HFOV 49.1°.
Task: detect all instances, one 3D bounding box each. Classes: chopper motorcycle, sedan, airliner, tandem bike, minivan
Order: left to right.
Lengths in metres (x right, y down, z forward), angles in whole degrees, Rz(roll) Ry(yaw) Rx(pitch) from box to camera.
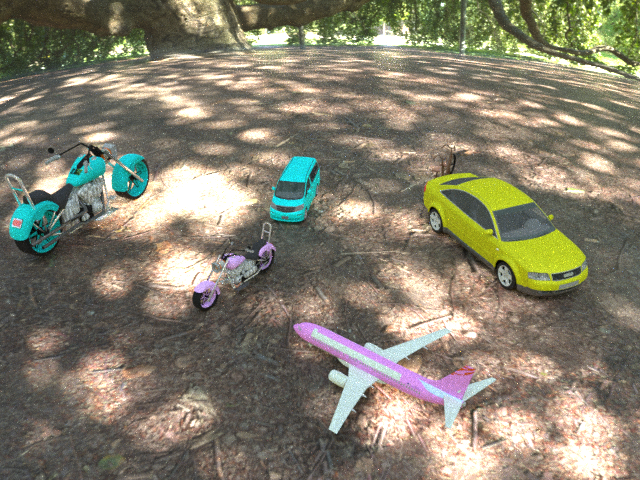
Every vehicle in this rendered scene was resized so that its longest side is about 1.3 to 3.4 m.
[{"bbox_3d":[-3.748,-0.891,11.151,0.906,1.480,3.040,12,32,20],"label":"chopper motorcycle"},{"bbox_3d":[-1.173,0.354,9.688,0.466,0.761,1.563,21,36,32],"label":"chopper motorcycle"},{"bbox_3d":[-0.416,-0.877,12.001,0.681,0.616,1.548,6,30,10],"label":"minivan"},{"bbox_3d":[0.639,1.281,7.982,2.541,0.835,2.257,23,37,34],"label":"airliner"},{"bbox_3d":[2.211,-1.270,12.625,0.283,0.682,1.642,14,32,22],"label":"tandem bike"},{"bbox_3d":[2.726,-0.258,10.584,1.235,0.940,3.137,-12,32,-21],"label":"sedan"}]
